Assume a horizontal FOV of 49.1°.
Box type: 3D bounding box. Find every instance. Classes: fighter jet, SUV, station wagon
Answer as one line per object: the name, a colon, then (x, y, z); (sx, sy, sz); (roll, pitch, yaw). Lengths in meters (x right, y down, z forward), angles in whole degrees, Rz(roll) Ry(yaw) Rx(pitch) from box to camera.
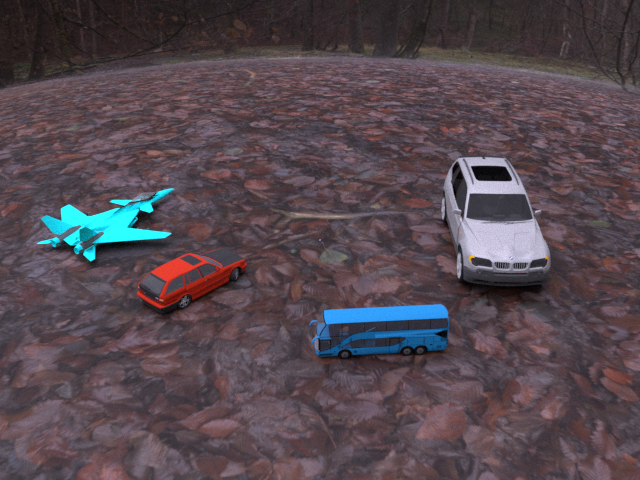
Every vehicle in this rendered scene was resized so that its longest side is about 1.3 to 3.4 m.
fighter jet: (-3.263, -0.524, 11.533); (2.229, 0.557, 2.640); (14, 31, 25)
SUV: (2.610, -0.382, 10.663); (1.276, 1.128, 3.058); (1, 28, 2)
station wagon: (-1.752, 0.465, 9.774); (0.682, 0.473, 1.597); (23, 36, 36)

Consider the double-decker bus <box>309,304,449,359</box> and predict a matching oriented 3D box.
double-decker bus: (0.718, 1.108, 8.501); (1.672, 0.541, 0.389); (-2, 28, -4)
